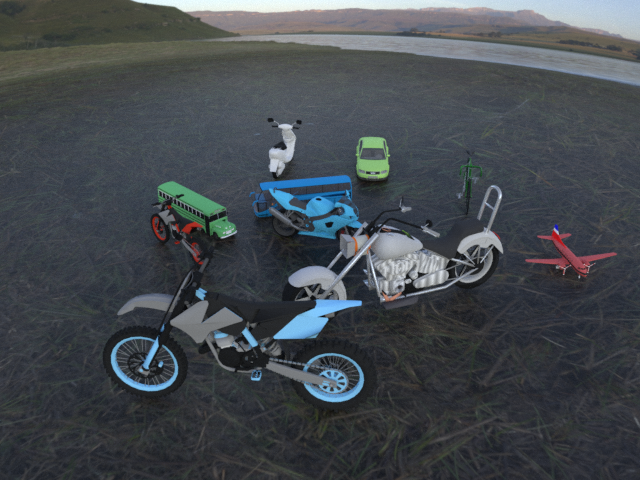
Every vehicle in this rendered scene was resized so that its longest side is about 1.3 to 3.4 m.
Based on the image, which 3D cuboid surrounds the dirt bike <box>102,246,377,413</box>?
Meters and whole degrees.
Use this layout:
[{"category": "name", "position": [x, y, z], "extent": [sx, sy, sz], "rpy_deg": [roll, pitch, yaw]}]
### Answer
[{"category": "dirt bike", "position": [-0.859, 1.031, 7.143], "extent": [2.903, 1.666, 1.024], "rpy_deg": [3, 29, 5]}]

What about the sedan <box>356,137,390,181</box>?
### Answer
[{"category": "sedan", "position": [0.992, -1.590, 13.192], "extent": [0.635, 0.483, 1.613], "rpy_deg": [2, 29, 3]}]

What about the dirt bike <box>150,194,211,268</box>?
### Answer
[{"category": "dirt bike", "position": [-2.075, -0.163, 10.181], "extent": [0.527, 0.857, 1.493], "rpy_deg": [-24, 37, -37]}]

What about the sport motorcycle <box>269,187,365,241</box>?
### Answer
[{"category": "sport motorcycle", "position": [-0.052, -0.343, 10.549], "extent": [1.520, 0.821, 0.506], "rpy_deg": [10, 30, 17]}]

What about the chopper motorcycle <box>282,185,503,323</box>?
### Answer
[{"category": "chopper motorcycle", "position": [0.986, 0.196, 8.871], "extent": [3.040, 1.480, 0.906], "rpy_deg": [-10, 30, -18]}]

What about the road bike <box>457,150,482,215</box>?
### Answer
[{"category": "road bike", "position": [2.504, -1.039, 11.796], "extent": [0.358, 0.852, 1.545], "rpy_deg": [5, 29, 9]}]

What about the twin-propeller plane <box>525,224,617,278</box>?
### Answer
[{"category": "twin-propeller plane", "position": [3.565, 0.171, 10.038], "extent": [1.370, 0.407, 1.095], "rpy_deg": [-4, 29, -8]}]

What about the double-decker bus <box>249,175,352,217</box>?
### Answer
[{"category": "double-decker bus", "position": [-0.307, -0.712, 11.519], "extent": [1.672, 0.541, 0.389], "rpy_deg": [-6, 29, -11]}]

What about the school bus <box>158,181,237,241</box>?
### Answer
[{"category": "school bus", "position": [-1.974, -0.478, 11.201], "extent": [0.365, 0.434, 1.708], "rpy_deg": [-25, 37, -38]}]

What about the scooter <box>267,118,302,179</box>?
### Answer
[{"category": "scooter", "position": [-0.691, -1.763, 13.055], "extent": [0.662, 0.919, 1.399], "rpy_deg": [6, 29, 11]}]
